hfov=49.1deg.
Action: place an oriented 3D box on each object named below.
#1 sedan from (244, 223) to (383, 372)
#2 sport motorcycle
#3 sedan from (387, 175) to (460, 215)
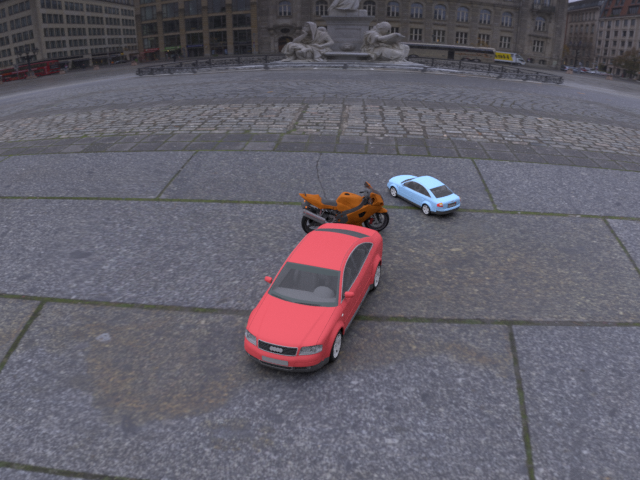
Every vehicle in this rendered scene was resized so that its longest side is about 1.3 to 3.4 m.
[{"bbox_3d":[-0.007,0.579,9.450,1.235,0.940,3.137,9,29,17],"label":"sedan"},{"bbox_3d":[0.411,-0.477,11.588,1.520,0.821,0.506,-3,28,-7],"label":"sport motorcycle"},{"bbox_3d":[1.870,-0.908,12.770,0.635,0.483,1.613,-17,32,-29],"label":"sedan"}]
